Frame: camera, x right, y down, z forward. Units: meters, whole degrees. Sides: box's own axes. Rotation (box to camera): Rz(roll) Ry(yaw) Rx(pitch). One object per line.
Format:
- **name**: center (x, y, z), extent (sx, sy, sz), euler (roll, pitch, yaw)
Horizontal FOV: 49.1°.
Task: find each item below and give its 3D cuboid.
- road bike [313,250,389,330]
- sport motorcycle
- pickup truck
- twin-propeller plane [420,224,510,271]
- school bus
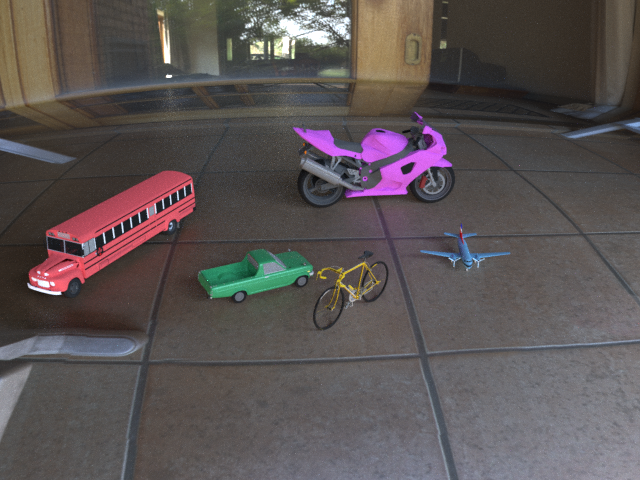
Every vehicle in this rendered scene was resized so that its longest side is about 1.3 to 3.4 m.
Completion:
- **road bike**: center (0.435, 0.609, 9.220), extent (0.358, 0.852, 1.545), euler (21, 33, 37)
- **sport motorcycle**: center (1.000, -1.372, 12.540), extent (2.955, 1.596, 0.983), euler (-2, 25, -5)
- **pickup truck**: center (-0.900, 0.452, 9.950), extent (1.603, 0.511, 0.640), euler (-13, 28, -25)
- **twin-propeller plane**: center (2.223, 0.114, 10.786), extent (1.370, 0.407, 1.095), euler (1, 25, 2)
- **school bus**: center (-3.144, -0.171, 10.878), extent (0.709, 0.844, 3.322), euler (11, 27, 22)
